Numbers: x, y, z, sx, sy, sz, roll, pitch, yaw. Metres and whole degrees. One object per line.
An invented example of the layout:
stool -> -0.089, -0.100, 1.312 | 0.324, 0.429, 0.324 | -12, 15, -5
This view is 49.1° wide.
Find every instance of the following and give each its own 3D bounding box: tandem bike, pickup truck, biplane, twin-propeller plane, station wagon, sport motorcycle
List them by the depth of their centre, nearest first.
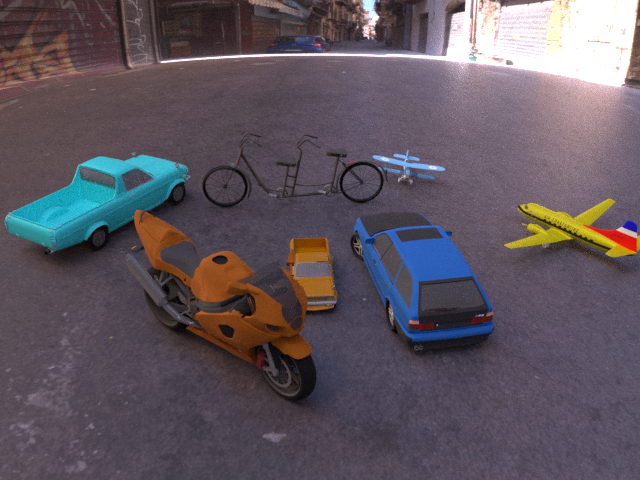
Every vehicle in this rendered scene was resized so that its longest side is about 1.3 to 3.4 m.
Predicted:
sport motorcycle -> -1.170, 0.716, 8.174 | 2.955, 1.596, 0.983 | 23, 36, 36
station wagon -> 1.316, 0.284, 9.657 | 1.327, 0.920, 3.105 | -5, 29, -9
pickup truck -> -0.115, 0.404, 9.865 | 0.640, 0.511, 1.603 | -2, 29, -3
twin-propeller plane -> 3.911, -0.260, 10.777 | 2.663, 0.792, 2.129 | -20, 35, -32
pickup truck -> -3.519, -0.745, 11.449 | 1.244, 0.993, 3.117 | 16, 33, 26
tandem bike -> -0.413, -1.191, 11.912 | 3.192, 1.326, 0.550 | -2, 29, -4
biplane -> 1.651, -1.366, 13.079 | 1.336, 0.504, 1.090 | 2, 29, 4
